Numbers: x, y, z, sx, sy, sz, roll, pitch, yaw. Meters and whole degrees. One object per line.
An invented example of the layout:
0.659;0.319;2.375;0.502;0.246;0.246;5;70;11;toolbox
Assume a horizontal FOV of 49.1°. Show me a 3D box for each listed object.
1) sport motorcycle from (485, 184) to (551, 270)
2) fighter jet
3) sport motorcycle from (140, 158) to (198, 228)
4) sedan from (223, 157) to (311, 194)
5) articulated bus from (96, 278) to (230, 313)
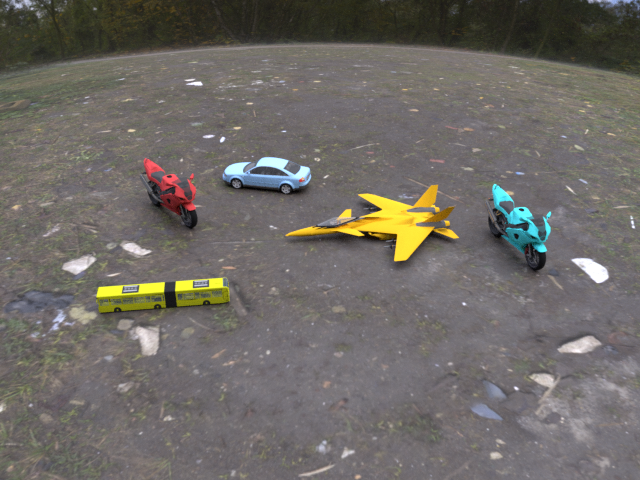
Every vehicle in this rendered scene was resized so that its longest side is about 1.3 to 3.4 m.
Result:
2.966;-0.200;10.521;0.506;0.821;1.520;-9;31;-15;sport motorcycle
0.756;-0.345;11.036;2.640;0.557;2.229;-6;30;-10;fighter jet
-2.465;-0.779;11.522;0.506;0.821;1.520;-23;37;-34;sport motorcycle
-0.968;-1.211;12.609;1.613;0.483;0.635;7;31;12;sedan
-2.106;0.740;9.425;1.749;0.289;0.311;-4;30;-7;articulated bus
